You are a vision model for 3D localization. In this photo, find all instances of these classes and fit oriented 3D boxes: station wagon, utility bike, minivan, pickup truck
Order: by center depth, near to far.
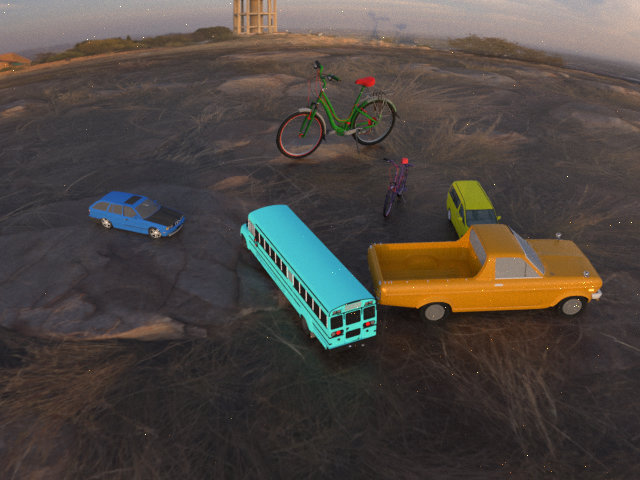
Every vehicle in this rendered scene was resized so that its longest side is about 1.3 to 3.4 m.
[{"bbox_3d":[2.227,0.386,9.640,3.117,0.993,1.244,-2,30,-3],"label":"pickup truck"},{"bbox_3d":[2.494,-0.389,11.344,0.681,0.616,1.548,-2,30,-3],"label":"minivan"},{"bbox_3d":[-3.033,-0.452,11.595,1.597,0.473,0.682,11,32,19],"label":"station wagon"},{"bbox_3d":[1.378,-1.009,12.082,0.535,0.946,1.435,11,32,18],"label":"utility bike"},{"bbox_3d":[0.451,-2.551,13.841,2.791,1.839,1.039,-13,33,-22],"label":"utility bike"}]

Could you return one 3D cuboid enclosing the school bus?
[{"bbox_3d":[-0.300,0.359,9.833,0.709,0.844,3.322,-13,33,-22],"label":"school bus"}]
